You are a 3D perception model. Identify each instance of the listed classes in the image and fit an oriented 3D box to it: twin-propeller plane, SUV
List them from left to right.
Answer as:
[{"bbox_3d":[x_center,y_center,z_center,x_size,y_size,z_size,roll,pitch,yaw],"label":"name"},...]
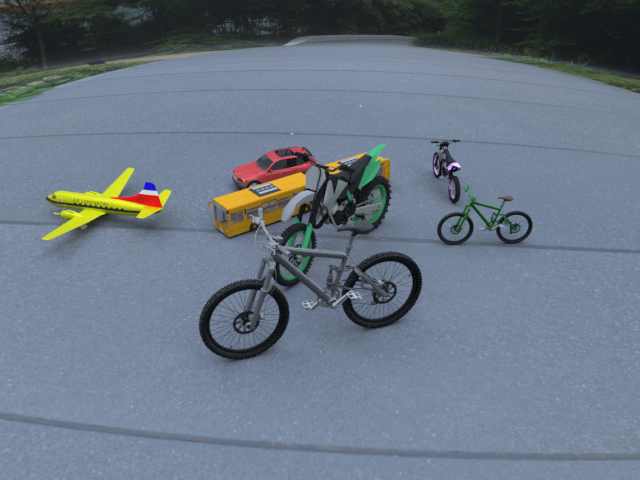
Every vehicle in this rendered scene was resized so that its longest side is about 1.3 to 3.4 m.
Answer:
[{"bbox_3d":[-3.524,-0.672,11.324,2.129,0.792,2.663,7,31,13],"label":"twin-propeller plane"},{"bbox_3d":[-0.805,-1.291,12.614,1.572,0.580,0.656,-12,32,-20],"label":"SUV"}]

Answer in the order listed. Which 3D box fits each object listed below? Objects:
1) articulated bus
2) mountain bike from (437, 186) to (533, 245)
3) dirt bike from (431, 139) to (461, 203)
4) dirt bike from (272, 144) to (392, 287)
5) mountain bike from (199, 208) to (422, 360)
[{"bbox_3d":[-0.240,-0.828,11.828,3.401,0.561,0.605,-20,36,-31],"label":"articulated bus"},{"bbox_3d":[2.521,-0.317,10.630,1.469,0.868,0.573,-1,30,-2],"label":"mountain bike"},{"bbox_3d":[2.226,-1.295,12.344,0.527,0.857,1.493,-4,30,-7],"label":"dirt bike"},{"bbox_3d":[0.248,-0.504,10.155,1.024,1.666,2.903,20,36,31],"label":"dirt bike"},{"bbox_3d":[-0.052,0.525,8.342,2.857,1.688,1.114,-11,32,-18],"label":"mountain bike"}]
